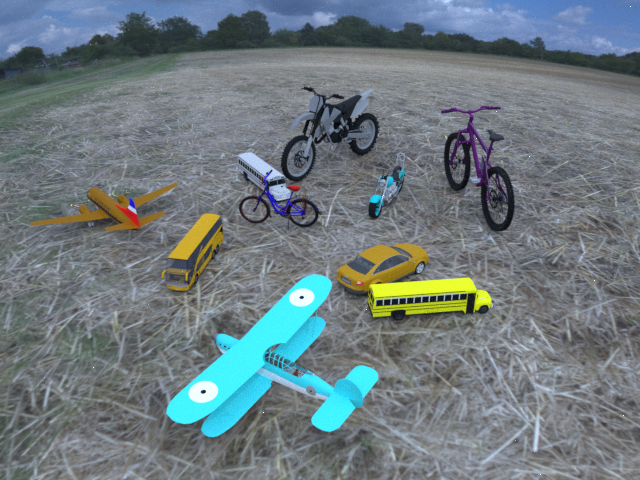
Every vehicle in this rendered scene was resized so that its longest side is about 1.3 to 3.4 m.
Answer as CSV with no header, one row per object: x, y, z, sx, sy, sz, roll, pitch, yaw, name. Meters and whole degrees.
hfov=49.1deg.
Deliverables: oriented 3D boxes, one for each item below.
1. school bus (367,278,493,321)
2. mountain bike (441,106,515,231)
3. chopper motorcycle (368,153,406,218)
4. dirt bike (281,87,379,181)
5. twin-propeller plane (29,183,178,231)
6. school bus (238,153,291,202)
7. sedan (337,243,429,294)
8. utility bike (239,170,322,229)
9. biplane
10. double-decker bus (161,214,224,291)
1.523,0.795,9.594,1.708,0.434,0.365,-4,28,-7,school bus
2.781,-1.355,12.342,1.114,1.688,2.857,-6,28,-11,mountain bike
1.221,-0.996,12.654,0.466,0.761,1.563,12,30,22,chopper motorcycle
0.272,-2.245,14.060,1.024,1.666,2.903,23,35,37,dirt bike
-3.538,-0.621,11.906,2.663,0.792,2.129,-20,34,-33,twin-propeller plane
-1.074,-1.209,13.413,0.365,0.434,1.708,-15,31,-26,school bus
0.963,0.343,10.402,1.613,0.483,0.635,-22,35,-35,sedan
-0.689,-0.638,11.774,1.435,0.946,0.535,4,28,8,utility bike
-0.442,1.456,7.747,2.120,0.981,2.598,18,33,31,biplane
-1.895,0.183,10.645,0.389,0.541,1.672,6,28,10,double-decker bus
